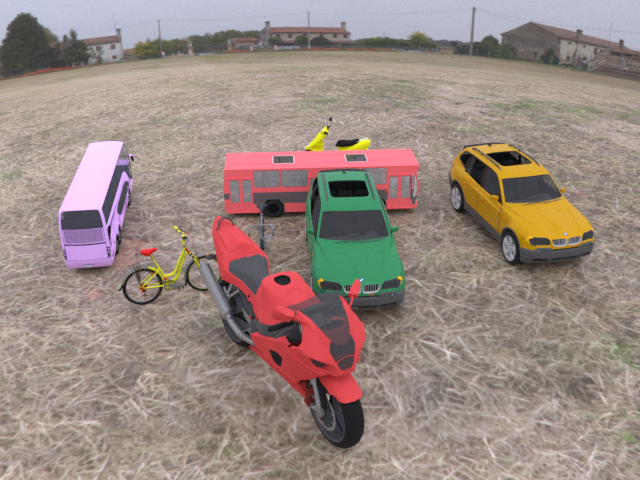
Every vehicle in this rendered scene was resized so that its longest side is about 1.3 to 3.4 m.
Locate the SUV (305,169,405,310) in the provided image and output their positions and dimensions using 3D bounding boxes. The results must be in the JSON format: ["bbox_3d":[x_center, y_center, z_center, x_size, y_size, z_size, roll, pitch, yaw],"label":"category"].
[{"bbox_3d":[0.428,-0.104,10.037,1.276,1.128,3.058,-2,27,-3],"label":"SUV"}]

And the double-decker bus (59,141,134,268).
[{"bbox_3d":[-3.522,-0.684,11.239,0.756,1.052,3.251,-4,28,-7],"label":"double-decker bus"}]

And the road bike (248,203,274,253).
[{"bbox_3d":[-0.845,-0.041,10.215,0.358,0.852,1.545,-2,27,-3],"label":"road bike"}]

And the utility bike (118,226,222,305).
[{"bbox_3d":[-2.014,0.335,9.387,1.435,0.946,0.535,-12,30,-21],"label":"utility bike"}]

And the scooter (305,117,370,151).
[{"bbox_3d":[0.345,-1.861,13.656,1.399,0.919,0.662,3,28,5],"label":"scooter"}]

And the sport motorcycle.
[{"bbox_3d":[-0.424,0.911,7.567,0.983,1.596,2.955,-16,32,-29],"label":"sport motorcycle"}]

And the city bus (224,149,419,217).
[{"bbox_3d":[0.010,-0.971,11.963,3.255,0.894,0.926,-2,27,-3],"label":"city bus"}]

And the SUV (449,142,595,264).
[{"bbox_3d":[3.112,-0.672,11.133,1.276,1.128,3.058,-7,28,-13],"label":"SUV"}]
